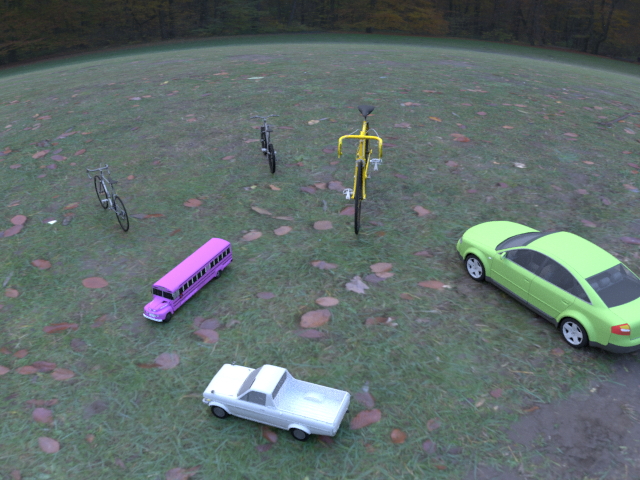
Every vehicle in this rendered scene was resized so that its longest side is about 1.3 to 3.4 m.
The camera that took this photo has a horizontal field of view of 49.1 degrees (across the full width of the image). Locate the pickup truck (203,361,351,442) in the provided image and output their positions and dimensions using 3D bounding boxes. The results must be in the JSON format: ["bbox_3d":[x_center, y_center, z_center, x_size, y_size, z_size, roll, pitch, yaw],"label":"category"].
[{"bbox_3d":[-0.487,1.728,7.738,1.603,0.511,0.640,10,32,17],"label":"pickup truck"}]

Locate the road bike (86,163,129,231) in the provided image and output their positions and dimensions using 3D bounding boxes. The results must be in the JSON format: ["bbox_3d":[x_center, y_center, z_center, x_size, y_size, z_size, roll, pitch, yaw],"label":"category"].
[{"bbox_3d":[-3.485,-0.732,11.608,0.358,0.852,1.545,-19,35,-29],"label":"road bike"}]

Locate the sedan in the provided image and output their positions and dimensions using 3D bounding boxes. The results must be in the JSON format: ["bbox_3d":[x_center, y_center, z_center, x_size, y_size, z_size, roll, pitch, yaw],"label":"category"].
[{"bbox_3d":[3.194,0.412,9.565,1.235,0.940,3.137,-18,35,-28],"label":"sedan"}]

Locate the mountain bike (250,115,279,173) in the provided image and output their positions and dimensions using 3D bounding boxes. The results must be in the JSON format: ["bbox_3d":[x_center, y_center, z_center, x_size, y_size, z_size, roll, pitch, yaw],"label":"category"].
[{"bbox_3d":[-1.016,-1.907,13.601,0.573,0.868,1.469,-7,31,-11],"label":"mountain bike"}]

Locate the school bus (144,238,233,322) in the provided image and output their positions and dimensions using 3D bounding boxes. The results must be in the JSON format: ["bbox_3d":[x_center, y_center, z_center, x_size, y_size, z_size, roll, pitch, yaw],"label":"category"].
[{"bbox_3d":[-1.843,0.546,9.835,0.365,0.434,1.708,14,33,23],"label":"school bus"}]

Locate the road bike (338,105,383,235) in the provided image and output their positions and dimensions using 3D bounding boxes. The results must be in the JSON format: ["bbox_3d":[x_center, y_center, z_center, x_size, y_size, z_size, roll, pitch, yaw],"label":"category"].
[{"bbox_3d":[0.721,-1.343,11.857,0.696,1.656,3.004,3,30,6],"label":"road bike"}]
